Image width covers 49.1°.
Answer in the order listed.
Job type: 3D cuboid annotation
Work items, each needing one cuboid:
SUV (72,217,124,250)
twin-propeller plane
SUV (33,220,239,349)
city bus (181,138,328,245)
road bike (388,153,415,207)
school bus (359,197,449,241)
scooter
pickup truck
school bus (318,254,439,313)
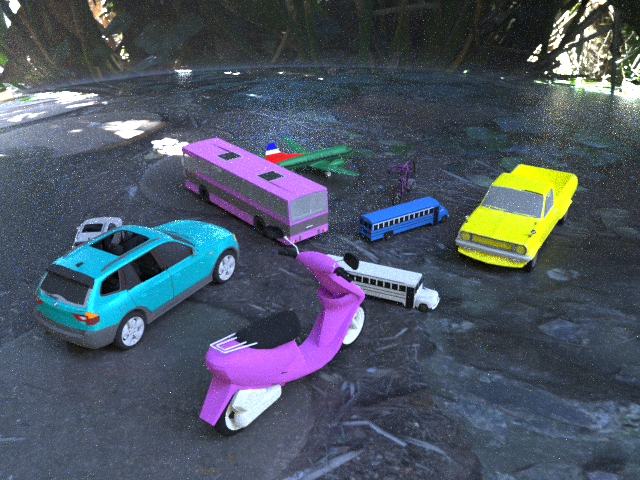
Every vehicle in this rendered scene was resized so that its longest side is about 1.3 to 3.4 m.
[{"bbox_3d":[-3.442,-0.021,10.823,0.656,0.580,1.572,-3,27,-6],"label":"SUV"},{"bbox_3d":[-0.188,-1.711,13.881,2.129,0.792,2.663,-17,32,-30],"label":"twin-propeller plane"},{"bbox_3d":[-2.369,0.360,9.481,1.276,1.128,3.058,15,31,27],"label":"SUV"},{"bbox_3d":[-1.214,-0.877,12.144,0.926,0.894,3.255,-21,34,-35],"label":"city bus"},{"bbox_3d":[1.526,-1.094,12.614,0.358,0.852,1.545,10,29,18],"label":"road bike"},{"bbox_3d":[1.436,-0.371,11.663,1.708,0.434,0.365,-16,31,-29],"label":"school bus"},{"bbox_3d":[-0.289,0.902,7.705,1.288,1.786,2.721,20,33,34],"label":"scooter"},{"bbox_3d":[3.282,-0.549,11.399,1.244,0.993,3.117,15,31,27],"label":"pickup truck"},{"bbox_3d":[0.820,0.594,9.785,1.708,0.434,0.365,11,29,21],"label":"school bus"}]
